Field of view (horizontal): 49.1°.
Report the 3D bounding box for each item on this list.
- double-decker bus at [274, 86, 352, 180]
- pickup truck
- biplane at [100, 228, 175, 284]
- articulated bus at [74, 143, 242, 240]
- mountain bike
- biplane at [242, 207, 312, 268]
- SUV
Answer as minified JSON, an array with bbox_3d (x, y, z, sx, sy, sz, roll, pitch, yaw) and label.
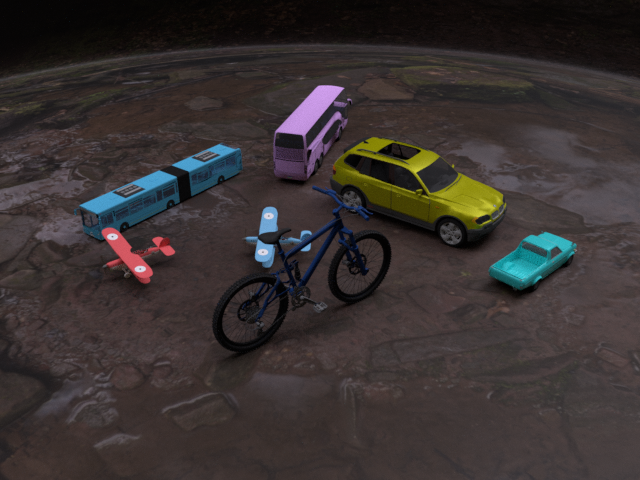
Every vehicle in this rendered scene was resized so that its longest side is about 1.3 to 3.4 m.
[{"bbox_3d":[-0.111,-2.253,14.173,0.756,1.052,3.251,8,31,14],"label":"double-decker bus"},{"bbox_3d":[3.182,0.266,10.390,1.603,0.511,0.640,-26,39,-37],"label":"pickup truck"},{"bbox_3d":[-2.710,0.250,10.424,1.090,0.504,1.336,-22,37,-33],"label":"biplane"},{"bbox_3d":[-2.707,-0.928,12.388,0.605,0.561,3.401,21,36,31],"label":"articulated bus"},{"bbox_3d":[-0.143,0.381,9.025,2.857,1.688,1.114,-21,36,-32],"label":"mountain bike"},{"bbox_3d":[-0.660,0.024,10.811,1.090,0.504,1.336,1,30,2],"label":"biplane"},{"bbox_3d":[1.620,-0.919,11.808,3.058,1.128,1.276,20,36,31],"label":"SUV"}]
